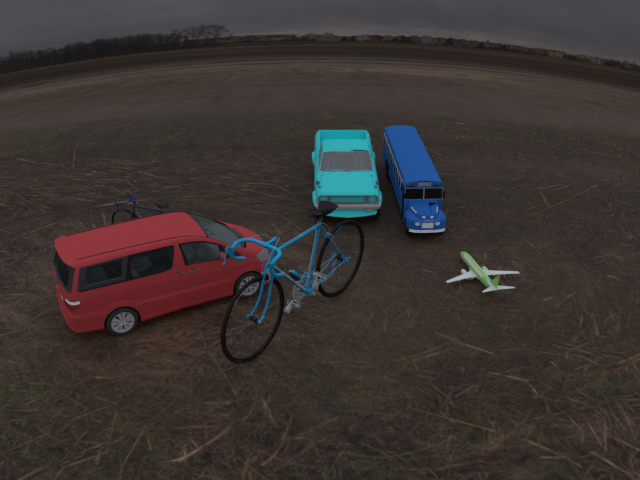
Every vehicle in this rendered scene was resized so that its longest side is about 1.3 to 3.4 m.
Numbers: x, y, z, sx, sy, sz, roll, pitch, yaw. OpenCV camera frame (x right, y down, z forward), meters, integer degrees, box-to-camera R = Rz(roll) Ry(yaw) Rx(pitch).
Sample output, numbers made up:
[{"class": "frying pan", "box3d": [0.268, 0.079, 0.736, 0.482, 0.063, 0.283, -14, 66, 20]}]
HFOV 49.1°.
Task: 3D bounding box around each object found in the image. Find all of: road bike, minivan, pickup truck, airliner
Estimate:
[{"class": "road bike", "box3d": [-2.713, -0.263, 11.228, 1.545, 0.852, 0.358, 11, 31, 19]}, {"class": "minivan", "box3d": [-2.137, 0.313, 9.830, 3.011, 1.197, 1.324, -15, 32, -25]}, {"class": "road bike", "box3d": [-0.262, 0.409, 9.184, 0.696, 1.656, 3.004, 20, 35, 32]}, {"class": "pickup truck", "box3d": [0.468, -1.411, 13.157, 1.244, 0.993, 3.117, 0, 29, 0]}, {"class": "airliner", "box3d": [2.387, 0.399, 10.469, 1.161, 0.429, 1.307, -7, 30, -12]}]

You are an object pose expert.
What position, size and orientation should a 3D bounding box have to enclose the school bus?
[{"class": "school bus", "box3d": [1.693, -1.154, 12.845, 0.709, 0.844, 3.322, -1, 29, -2]}]
